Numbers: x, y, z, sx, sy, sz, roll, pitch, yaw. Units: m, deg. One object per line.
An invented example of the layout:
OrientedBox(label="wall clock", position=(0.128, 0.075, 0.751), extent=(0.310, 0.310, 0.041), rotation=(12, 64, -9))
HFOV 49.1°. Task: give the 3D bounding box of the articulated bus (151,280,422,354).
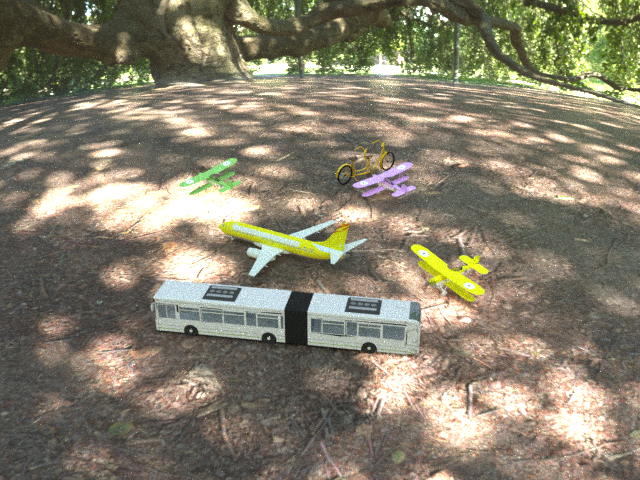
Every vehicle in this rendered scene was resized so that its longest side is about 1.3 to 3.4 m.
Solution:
OrientedBox(label="articulated bus", position=(-0.442, 0.965, 8.857), extent=(3.401, 0.561, 0.605), rotation=(4, 26, 9))

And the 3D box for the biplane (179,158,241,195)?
OrientedBox(label="biplane", position=(-1.993, -1.104, 13.213), extent=(1.090, 0.504, 1.336), rotation=(23, 34, 39))

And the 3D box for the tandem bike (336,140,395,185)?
OrientedBox(label="tandem bike", position=(0.927, -1.565, 13.965), extent=(1.642, 0.682, 0.283), rotation=(-21, 33, -36))

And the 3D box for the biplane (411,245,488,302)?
OrientedBox(label="biplane", position=(1.893, 0.487, 9.913), extent=(1.090, 0.504, 1.336), rotation=(-18, 31, -33))

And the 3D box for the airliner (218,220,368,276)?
OrientedBox(label="airliner", position=(-0.605, -0.141, 10.836), extent=(2.541, 0.835, 2.257), rotation=(16, 30, 29))

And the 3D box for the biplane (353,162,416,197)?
OrientedBox(label="biplane", position=(1.273, -1.032, 13.064), extent=(1.336, 0.504, 1.090), rotation=(-15, 30, -29))
